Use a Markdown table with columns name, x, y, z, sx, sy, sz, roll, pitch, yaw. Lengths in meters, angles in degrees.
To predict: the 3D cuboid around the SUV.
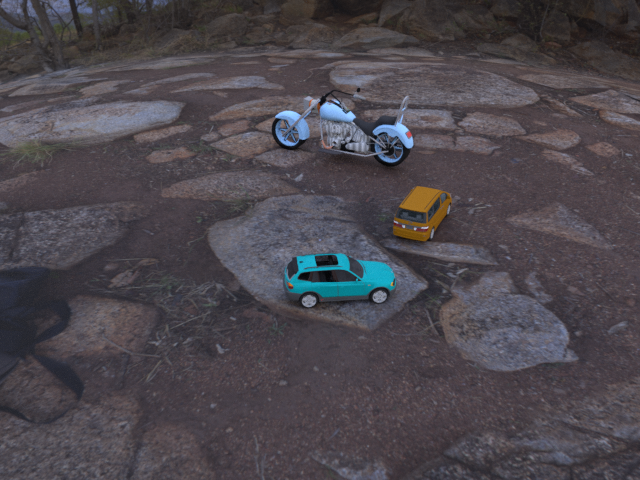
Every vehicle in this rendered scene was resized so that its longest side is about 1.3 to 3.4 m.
| name | x | y | z | sx | sy | sz | roll | pitch | yaw |
| --- | --- | --- | --- | --- | --- | --- | --- | --- | --- |
| SUV | 0.272 | 0.507 | 9.672 | 1.572 | 0.580 | 0.656 | -3 | 29 | -5 |

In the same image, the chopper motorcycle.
| name | x | y | z | sx | sy | sz | roll | pitch | yaw |
| --- | --- | --- | --- | --- | --- | --- | --- | --- | --- |
| chopper motorcycle | 0.398 | -2.309 | 13.790 | 3.040 | 1.480 | 0.906 | 14 | 32 | 24 |

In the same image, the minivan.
| name | x | y | z | sx | sy | sz | roll | pitch | yaw |
| --- | --- | --- | --- | --- | --- | --- | --- | --- | --- |
| minivan | 1.713 | -0.528 | 11.488 | 0.681 | 0.616 | 1.548 | 13 | 32 | 22 |
